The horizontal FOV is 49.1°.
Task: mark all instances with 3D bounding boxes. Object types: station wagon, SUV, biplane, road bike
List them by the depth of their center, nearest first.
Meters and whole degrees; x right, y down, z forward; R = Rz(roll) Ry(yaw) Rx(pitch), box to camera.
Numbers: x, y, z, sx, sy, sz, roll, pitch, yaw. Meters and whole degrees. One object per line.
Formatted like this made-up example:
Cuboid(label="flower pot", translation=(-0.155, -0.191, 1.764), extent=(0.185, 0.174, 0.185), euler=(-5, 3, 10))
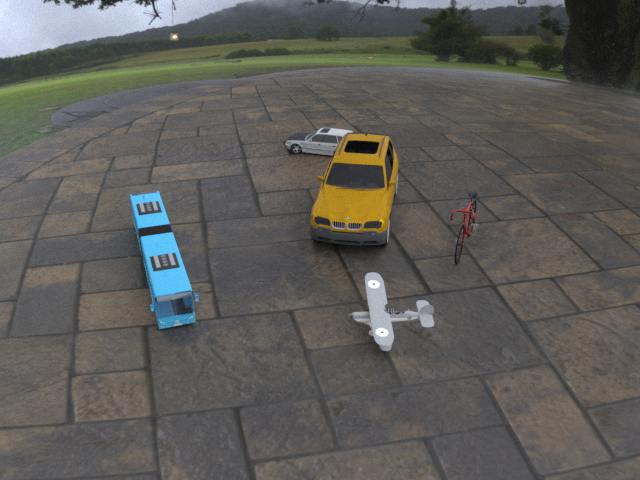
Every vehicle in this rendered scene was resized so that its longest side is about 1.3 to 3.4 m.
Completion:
Cuboid(label="biplane", translation=(0.890, 0.958, 8.796), extent=(1.090, 0.504, 1.336), euler=(-1, 28, -3))
Cuboid(label="road bike", translation=(2.247, -0.249, 10.715), extent=(0.358, 0.852, 1.545), euler=(10, 30, 19))
Cuboid(label="SUV", translation=(0.641, -0.927, 11.705), extent=(1.276, 1.128, 3.058), euler=(4, 28, 8))
Cuboid(label="station wagon", translation=(0.078, -2.061, 14.561), extent=(1.597, 0.473, 0.682), euler=(8, 29, 16))

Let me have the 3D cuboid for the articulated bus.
Cuboid(label="articulated bus", translation=(-2.360, 0.166, 10.239), extent=(0.605, 0.561, 3.401), euler=(-9, 29, -17))
